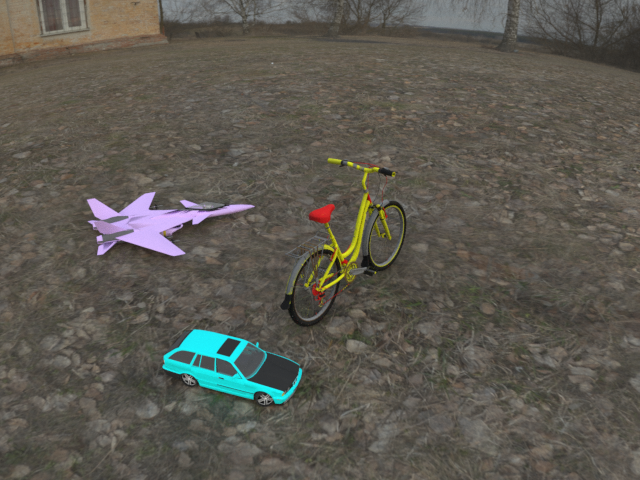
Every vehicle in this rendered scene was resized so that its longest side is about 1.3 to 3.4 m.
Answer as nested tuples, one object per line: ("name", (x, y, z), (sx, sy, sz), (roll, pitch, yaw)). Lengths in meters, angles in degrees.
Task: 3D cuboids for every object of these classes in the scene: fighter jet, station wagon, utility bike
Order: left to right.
("fighter jet", (-2.311, -0.456, 11.186), (2.640, 0.557, 2.229), (-12, 32, -20))
("station wagon", (-1.002, 1.421, 8.048), (1.597, 0.473, 0.682), (11, 32, 17))
("utility bike", (0.318, -0.082, 9.272), (1.039, 1.839, 2.791), (21, 36, 32))
